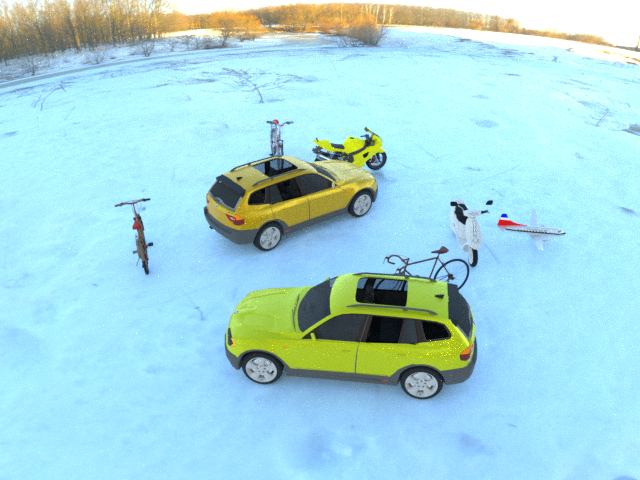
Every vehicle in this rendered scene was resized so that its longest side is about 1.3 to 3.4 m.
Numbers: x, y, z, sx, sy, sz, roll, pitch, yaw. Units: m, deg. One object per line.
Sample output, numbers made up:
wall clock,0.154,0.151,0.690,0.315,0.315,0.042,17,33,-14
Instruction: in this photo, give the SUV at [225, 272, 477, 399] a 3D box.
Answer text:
SUV,0.370,1.032,8.506,3.058,1.128,1.276,4,31,7

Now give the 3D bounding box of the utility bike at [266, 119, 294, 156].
utility bike,-0.807,-1.984,13.847,0.535,0.946,1.435,-6,31,-10

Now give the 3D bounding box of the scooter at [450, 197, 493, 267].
scooter,2.286,-0.276,10.951,0.662,0.919,1.399,-2,30,-4

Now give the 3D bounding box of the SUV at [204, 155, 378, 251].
SUV,-0.429,-0.817,11.669,3.058,1.128,1.276,-21,36,-31

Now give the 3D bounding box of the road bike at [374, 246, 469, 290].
road bike,1.419,0.510,9.672,1.545,0.852,0.358,-12,32,-20

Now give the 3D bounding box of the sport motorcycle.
sport motorcycle,0.576,-1.664,13.424,1.520,0.821,0.506,-8,31,-14

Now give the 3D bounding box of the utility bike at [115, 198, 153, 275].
utility bike,-2.781,-0.107,10.635,0.535,0.946,1.435,-8,31,-13

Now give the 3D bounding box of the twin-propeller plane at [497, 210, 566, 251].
twin-propeller plane,3.432,-0.210,11.346,1.095,0.407,1.370,5,31,9
